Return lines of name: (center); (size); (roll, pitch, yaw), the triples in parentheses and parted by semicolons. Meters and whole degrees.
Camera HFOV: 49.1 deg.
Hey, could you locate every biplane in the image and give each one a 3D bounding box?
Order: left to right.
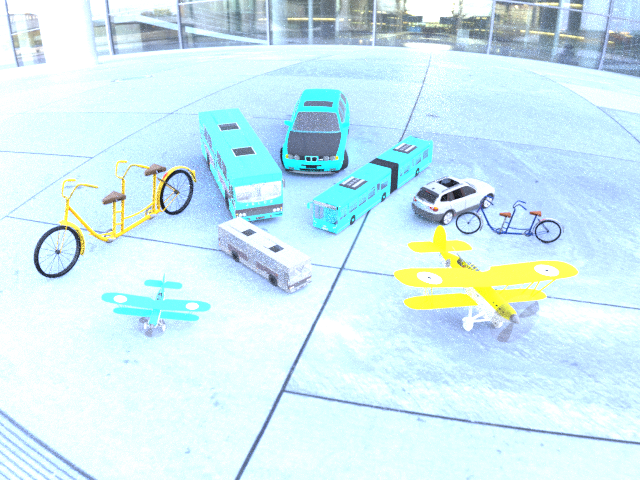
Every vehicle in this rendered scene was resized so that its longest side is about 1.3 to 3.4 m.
biplane: (-2.059, 0.821, 9.006); (1.336, 0.504, 1.090); (-1, 30, -2)
biplane: (2.001, 0.500, 9.088); (2.598, 0.981, 2.120); (-10, 31, -17)

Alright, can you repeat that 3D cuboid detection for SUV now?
SUV: (2.246, -0.754, 11.683); (1.572, 0.580, 0.656); (-21, 36, -32)

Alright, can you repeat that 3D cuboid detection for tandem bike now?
tandem bike: (-3.003, -0.557, 10.588); (0.550, 1.326, 3.192); (19, 35, 29)
tandem bike: (2.938, -0.316, 10.815); (1.642, 0.682, 0.283); (6, 30, 11)

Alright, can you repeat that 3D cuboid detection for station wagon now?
station wagon: (-0.039, -2.267, 13.985); (1.327, 0.920, 3.105); (2, 30, 4)

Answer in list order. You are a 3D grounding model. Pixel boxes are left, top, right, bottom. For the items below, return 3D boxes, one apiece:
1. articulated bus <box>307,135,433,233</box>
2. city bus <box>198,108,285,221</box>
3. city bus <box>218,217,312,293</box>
articulated bus: (0.996, -1.045, 12.210); (0.605, 0.561, 3.401); (19, 35, 29)
city bus: (-1.470, -1.381, 12.462); (0.926, 0.894, 3.255); (-9, 31, -16)
city bus: (-0.821, 0.208, 10.122); (0.476, 0.460, 1.674); (-25, 38, -36)
